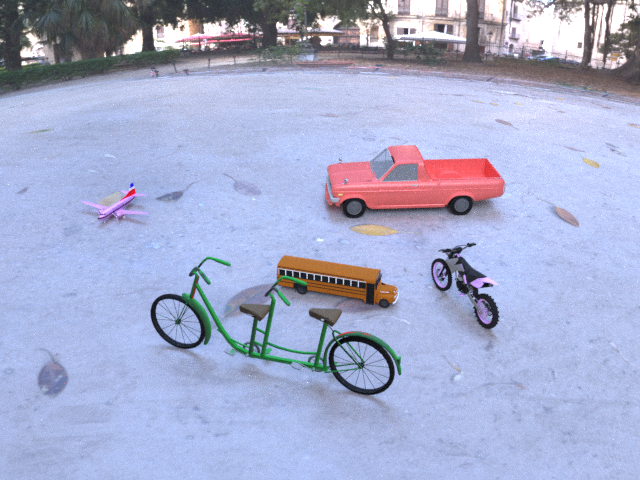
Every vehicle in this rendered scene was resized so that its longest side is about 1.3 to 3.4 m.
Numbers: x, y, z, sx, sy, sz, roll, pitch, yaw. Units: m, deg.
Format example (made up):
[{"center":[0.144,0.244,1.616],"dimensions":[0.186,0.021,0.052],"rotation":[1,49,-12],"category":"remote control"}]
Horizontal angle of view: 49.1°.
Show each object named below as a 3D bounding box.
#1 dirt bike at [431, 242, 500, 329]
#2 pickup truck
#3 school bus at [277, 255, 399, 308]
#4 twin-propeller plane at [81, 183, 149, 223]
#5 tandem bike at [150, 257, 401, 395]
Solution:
[{"center":[1.918,0.532,9.352],"dimensions":[0.527,0.857,1.493],"rotation":[-12,29,-22],"category":"dirt bike"},{"center":[1.643,-1.104,12.418],"dimensions":[3.117,0.993,1.244],"rotation":[-2,27,-3],"category":"pickup truck"},{"center":[0.247,0.566,9.749],"dimensions":[1.708,0.434,0.365],"rotation":[8,28,16],"category":"school bus"},{"center":[-3.512,-0.633,12.137],"dimensions":[1.370,0.407,1.095],"rotation":[10,29,19],"category":"twin-propeller plane"},{"center":[-0.603,0.959,7.994],"dimensions":[3.192,1.326,0.550],"rotation":[10,29,19],"category":"tandem bike"}]
